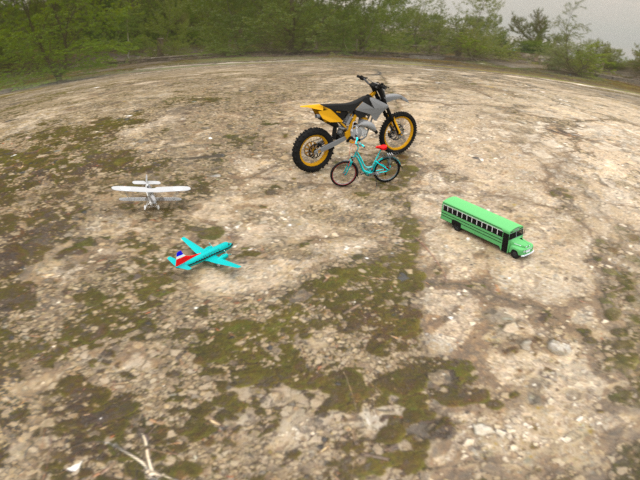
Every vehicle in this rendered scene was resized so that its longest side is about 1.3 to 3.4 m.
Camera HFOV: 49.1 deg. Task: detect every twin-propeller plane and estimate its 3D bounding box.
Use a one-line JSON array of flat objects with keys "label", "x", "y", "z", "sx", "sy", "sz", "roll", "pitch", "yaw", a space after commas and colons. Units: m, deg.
[{"label": "twin-propeller plane", "x": -1.732, "y": 0.186, "z": 10.536, "sx": 1.370, "sy": 0.407, "sz": 1.095, "roll": 23, "pitch": 36, "yaw": 37}]

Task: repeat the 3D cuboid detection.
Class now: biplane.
[{"label": "biplane", "x": -2.982, "y": -0.846, "z": 12.381, "sx": 1.336, "sy": 0.504, "sz": 1.090, "roll": -10, "pitch": 29, "yaw": -18}]

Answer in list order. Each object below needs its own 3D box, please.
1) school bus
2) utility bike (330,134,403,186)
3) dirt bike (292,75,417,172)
[{"label": "school bus", "x": 2.686, "y": -0.215, "z": 11.265, "sx": 0.365, "sy": 0.434, "sz": 1.708, "roll": -20, "pitch": 34, "yaw": -33}, {"label": "utility bike", "x": 0.897, "y": -1.447, "z": 13.044, "sx": 1.435, "sy": 0.946, "sz": 0.535, "roll": -7, "pitch": 29, "yaw": -13}, {"label": "dirt bike", "x": 0.737, "y": -2.324, "z": 13.931, "sx": 2.903, "sy": 1.666, "sz": 1.024, "roll": -14, "pitch": 31, "yaw": -25}]
